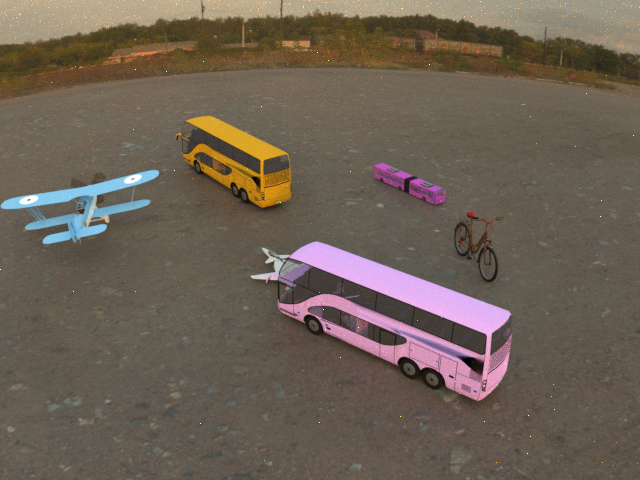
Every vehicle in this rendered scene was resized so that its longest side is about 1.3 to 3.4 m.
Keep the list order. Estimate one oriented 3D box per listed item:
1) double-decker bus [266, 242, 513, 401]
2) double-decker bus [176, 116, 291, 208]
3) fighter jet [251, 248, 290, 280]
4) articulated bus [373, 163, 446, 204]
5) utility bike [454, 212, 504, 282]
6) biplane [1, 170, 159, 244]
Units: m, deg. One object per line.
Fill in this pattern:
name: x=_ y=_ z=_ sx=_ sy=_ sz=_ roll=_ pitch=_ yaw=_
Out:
double-decker bus: x=0.775 y=0.906 z=8.779 sx=3.251 sy=1.052 sz=0.756 roll=20 pitch=33 yaw=33
double-decker bus: x=-1.724 y=-1.595 z=13.613 sx=0.756 sy=1.052 sz=3.251 roll=-19 pitch=33 yaw=-32
fighter jet: x=-0.585 y=0.316 z=10.752 sx=1.147 sy=0.286 sz=1.358 roll=-16 pitch=31 yaw=-27
articulated bus: x=1.690 y=-1.095 z=13.476 sx=0.311 sy=0.289 sz=1.749 roll=-20 pitch=33 yaw=-33
utility bike: x=2.428 y=-0.025 z=10.694 sx=0.535 sy=0.946 sz=1.435 roll=-7 pitch=28 yaw=-14
biplane: x=-3.926 y=-0.451 z=11.480 sx=2.598 sy=0.981 sz=2.120 roll=-4 pitch=28 yaw=-8
